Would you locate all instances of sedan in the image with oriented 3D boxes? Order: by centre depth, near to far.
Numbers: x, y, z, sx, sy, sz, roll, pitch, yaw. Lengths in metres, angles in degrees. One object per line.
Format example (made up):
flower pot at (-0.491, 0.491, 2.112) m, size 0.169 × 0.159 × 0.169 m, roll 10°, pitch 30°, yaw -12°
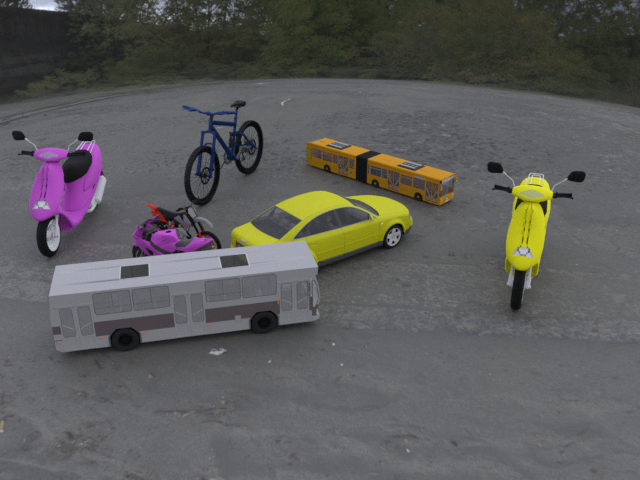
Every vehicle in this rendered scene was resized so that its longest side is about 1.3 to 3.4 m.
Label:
sedan at (0.105, -0.245, 10.902) m, size 3.137 × 0.940 × 1.235 m, roll -18°, pitch 31°, yaw -33°

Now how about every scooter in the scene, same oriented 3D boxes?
scooter at (3.006, -0.311, 10.059) m, size 1.288 × 1.786 × 2.721 m, roll 8°, pitch 27°, yaw 17°
scooter at (-4.156, -1.019, 11.538) m, size 1.288 × 1.786 × 2.721 m, roll 1°, pitch 26°, yaw 3°

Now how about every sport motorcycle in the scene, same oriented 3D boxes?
sport motorcycle at (-2.156, 0.162, 10.190) m, size 1.520 × 0.821 × 0.506 m, roll 13°, pitch 28°, yaw 25°

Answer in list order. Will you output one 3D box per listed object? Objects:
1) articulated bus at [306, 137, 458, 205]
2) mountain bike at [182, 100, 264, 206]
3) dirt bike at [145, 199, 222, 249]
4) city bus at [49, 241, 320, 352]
articulated bus at (1.110, -1.392, 13.735) m, size 3.401 × 0.561 × 0.605 m, roll 22°, pitch 33°, yaw 38°
mountain bike at (-1.779, -1.787, 13.255) m, size 1.114 × 1.688 × 2.857 m, roll 10°, pitch 27°, yaw 21°
dirt bike at (-2.166, -0.194, 10.891) m, size 1.493 × 0.857 × 0.527 m, roll 13°, pitch 28°, yaw 24°
city bus at (-1.669, 0.725, 8.928) m, size 3.255 × 0.894 × 0.926 m, roll -6°, pitch 26°, yaw -12°
